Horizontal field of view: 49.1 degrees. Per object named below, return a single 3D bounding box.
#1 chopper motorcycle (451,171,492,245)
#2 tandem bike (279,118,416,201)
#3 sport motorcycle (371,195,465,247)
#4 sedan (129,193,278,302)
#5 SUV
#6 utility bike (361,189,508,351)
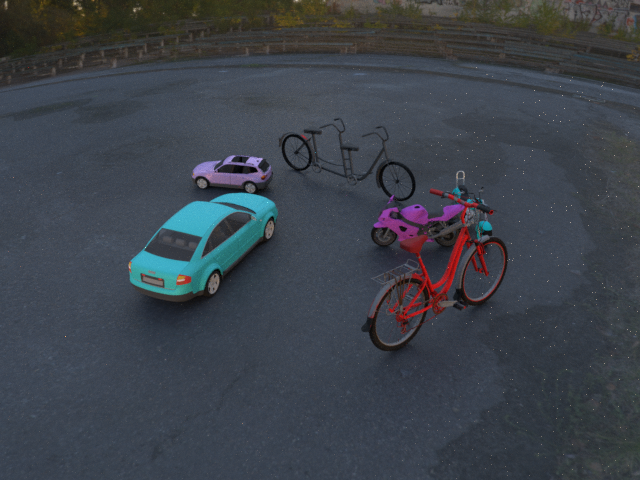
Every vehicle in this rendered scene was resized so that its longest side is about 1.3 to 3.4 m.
[{"bbox_3d":[2.604,-0.554,11.966,0.466,0.761,1.563,-5,30,-9],"label":"chopper motorcycle"},{"bbox_3d":[0.447,-1.663,13.347,3.192,1.326,0.550,20,35,31],"label":"tandem bike"},{"bbox_3d":[1.594,-0.262,11.392,1.520,0.821,0.506,0,30,0],"label":"sport motorcycle"},{"bbox_3d":[-1.724,-0.104,10.994,1.235,0.940,3.137,12,32,21],"label":"sedan"},{"bbox_3d":[-1.696,-1.319,13.495,1.572,0.580,0.656,6,30,11],"label":"SUV"},{"bbox_3d":[1.557,0.330,9.319,2.791,1.839,1.039,-21,36,-33],"label":"utility bike"}]
